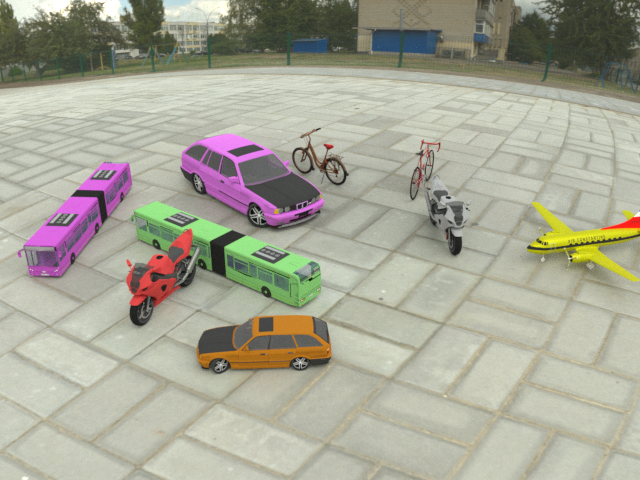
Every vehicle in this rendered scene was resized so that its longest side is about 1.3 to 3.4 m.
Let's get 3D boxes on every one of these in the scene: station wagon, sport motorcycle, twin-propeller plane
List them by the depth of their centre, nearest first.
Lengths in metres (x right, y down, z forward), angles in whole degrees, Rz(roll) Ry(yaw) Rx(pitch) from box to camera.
[{"bbox_3d":[-0.668,1.195,8.322,1.597,0.473,0.682,-2,27,-3],"label":"station wagon"},{"bbox_3d":[-2.086,0.482,9.325,0.506,0.821,1.520,10,29,19],"label":"sport motorcycle"},{"bbox_3d":[4.079,-0.112,10.508,2.129,0.792,2.663,-7,28,-13],"label":"twin-propeller plane"},{"bbox_3d":[1.989,-0.405,11.043,0.506,0.821,1.520,-3,27,-6],"label":"sport motorcycle"},{"bbox_3d":[-1.252,-1.141,12.360,1.327,0.920,3.105,-21,34,-35],"label":"station wagon"}]

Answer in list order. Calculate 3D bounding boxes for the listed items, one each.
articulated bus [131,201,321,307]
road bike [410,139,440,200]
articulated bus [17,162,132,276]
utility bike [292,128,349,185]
[{"bbox_3d":[-1.461,0.143,10.265,3.401,0.561,0.605,20,33,33],"label":"articulated bus"},{"bbox_3d":[1.882,-1.321,12.784,0.358,0.852,1.545,11,29,20],"label":"road bike"},{"bbox_3d":[-3.837,-0.447,11.407,0.605,0.561,3.401,2,27,4],"label":"articulated bus"},{"bbox_3d":[-0.044,-1.558,13.140,1.435,0.946,0.535,23,35,37],"label":"utility bike"}]
